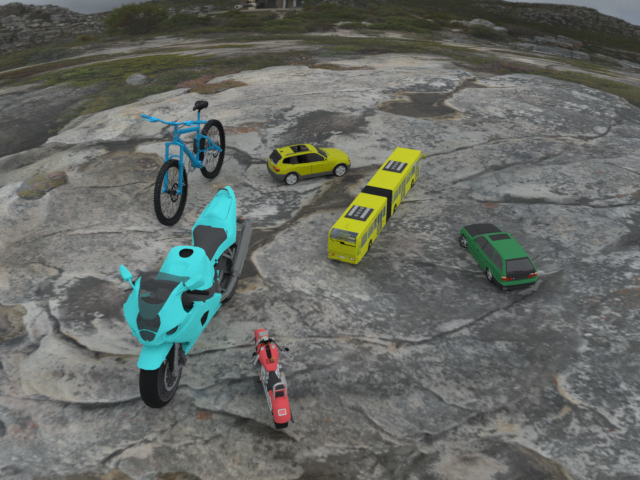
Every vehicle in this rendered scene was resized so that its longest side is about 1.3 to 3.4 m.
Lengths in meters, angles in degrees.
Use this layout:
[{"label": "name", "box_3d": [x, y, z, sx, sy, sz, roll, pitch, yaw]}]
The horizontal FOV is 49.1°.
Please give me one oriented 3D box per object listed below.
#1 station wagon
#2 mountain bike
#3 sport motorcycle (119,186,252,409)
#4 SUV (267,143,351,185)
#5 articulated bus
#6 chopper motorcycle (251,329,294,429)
[{"label": "station wagon", "box_3d": [2.642, 0.135, 10.475, 0.682, 0.473, 1.597, -7, 32, -11]}, {"label": "mountain bike", "box_3d": [-2.199, -1.473, 11.942, 1.114, 1.688, 2.857, 8, 32, 12]}, {"label": "sport motorcycle", "box_3d": [-1.562, 0.620, 8.605, 0.983, 1.596, 2.955, 7, 32, 11]}, {"label": "SUV", "box_3d": [-0.205, -1.476, 13.009, 1.572, 0.580, 0.656, -12, 33, -18]}, {"label": "articulated bus", "box_3d": [0.998, -0.672, 11.712, 0.605, 0.561, 3.401, 13, 34, 20]}, {"label": "chopper motorcycle", "box_3d": [-0.575, 1.452, 8.046, 0.466, 0.761, 1.563, -7, 32, -12]}]
